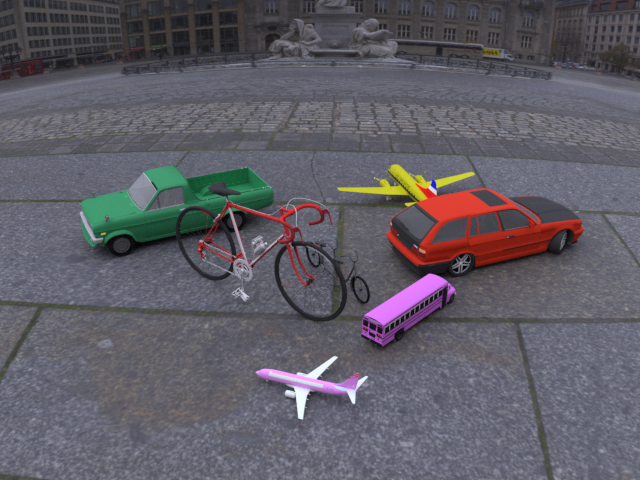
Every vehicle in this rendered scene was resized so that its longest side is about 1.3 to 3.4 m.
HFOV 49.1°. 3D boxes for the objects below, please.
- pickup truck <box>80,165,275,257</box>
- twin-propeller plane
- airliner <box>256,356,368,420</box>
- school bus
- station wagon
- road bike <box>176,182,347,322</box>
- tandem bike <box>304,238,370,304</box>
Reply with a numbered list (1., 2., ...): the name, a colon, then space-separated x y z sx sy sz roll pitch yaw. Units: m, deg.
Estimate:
1. pickup truck: -2.355 -0.652 11.589 3.117 0.993 1.244 -14 31 -24
2. twin-propeller plane: 1.647 -1.039 12.535 2.663 0.792 2.129 -8 29 -14
3. airliner: -0.146 1.563 8.012 1.307 0.429 1.161 10 29 18
4. school bus: 1.229 0.878 9.299 0.365 0.434 1.708 24 36 37
5. station wagon: 2.638 -0.261 10.929 3.105 0.920 1.327 -11 30 -19
6. road bike: -0.894 0.082 9.497 3.004 1.656 0.696 18 33 30
7. tandem bike: 0.225 0.326 10.076 0.283 0.682 1.642 -17 32 -29
